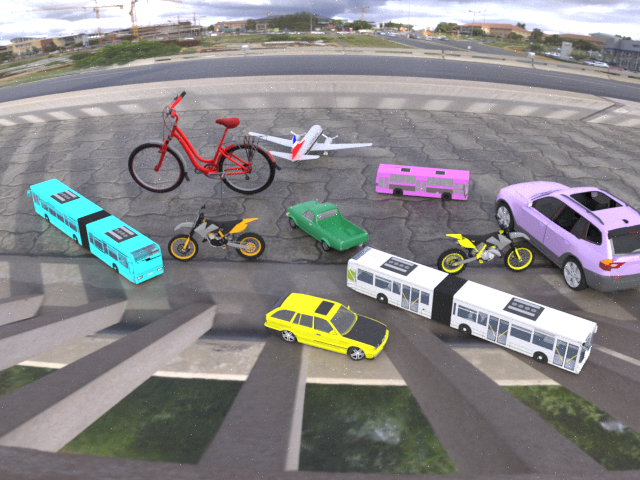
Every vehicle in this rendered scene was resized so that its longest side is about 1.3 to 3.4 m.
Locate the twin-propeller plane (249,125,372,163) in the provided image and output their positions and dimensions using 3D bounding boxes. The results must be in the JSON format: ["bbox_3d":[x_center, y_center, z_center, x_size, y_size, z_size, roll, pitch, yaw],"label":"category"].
[{"bbox_3d":[-0.270,-2.070,14.368,2.663,0.792,2.129,7,30,13],"label":"twin-propeller plane"}]

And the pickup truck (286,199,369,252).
[{"bbox_3d":[0.096,-0.282,11.454,0.640,0.511,1.603,-19,34,-30],"label":"pickup truck"}]

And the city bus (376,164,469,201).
[{"bbox_3d":[1.885,-1.051,12.883,1.674,0.460,0.476,6,30,10],"label":"city bus"}]

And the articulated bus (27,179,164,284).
[{"bbox_3d":[-3.675,-0.212,11.276,0.605,0.561,3.401,-25,38,-37],"label":"articulated bus"}]

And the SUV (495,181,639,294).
[{"bbox_3d":[3.926,-0.282,10.819,1.276,1.128,3.058,-9,30,-16],"label":"SUV"}]

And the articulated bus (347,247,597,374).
[{"bbox_3d":[1.905,0.866,9.345,3.401,0.561,0.605,19,34,30],"label":"articulated bus"}]

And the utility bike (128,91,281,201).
[{"bbox_3d":[-2.098,-1.588,12.431,2.791,1.839,1.039,1,29,1],"label":"utility bike"}]

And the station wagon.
[{"bbox_3d":[0.093,1.076,9.059,1.597,0.473,0.682,12,31,20],"label":"station wagon"}]

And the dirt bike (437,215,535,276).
[{"bbox_3d":[2.479,0.130,10.359,1.493,0.857,0.527,-3,29,-5],"label":"dirt bike"}]

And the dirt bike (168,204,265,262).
[{"bbox_3d":[-1.591,-0.058,10.697,1.493,0.857,0.527,-2,29,-4],"label":"dirt bike"}]
